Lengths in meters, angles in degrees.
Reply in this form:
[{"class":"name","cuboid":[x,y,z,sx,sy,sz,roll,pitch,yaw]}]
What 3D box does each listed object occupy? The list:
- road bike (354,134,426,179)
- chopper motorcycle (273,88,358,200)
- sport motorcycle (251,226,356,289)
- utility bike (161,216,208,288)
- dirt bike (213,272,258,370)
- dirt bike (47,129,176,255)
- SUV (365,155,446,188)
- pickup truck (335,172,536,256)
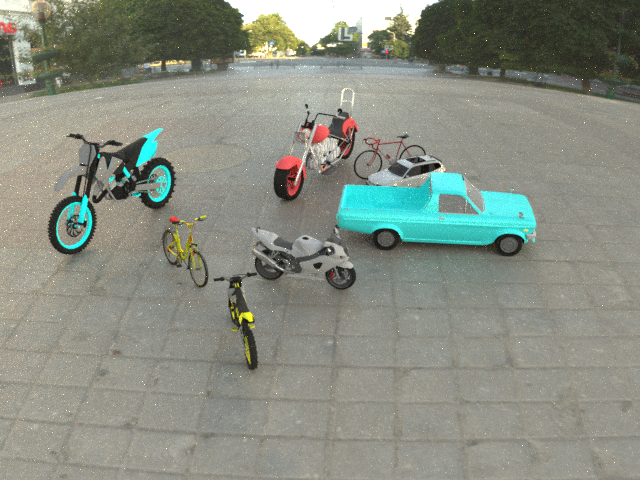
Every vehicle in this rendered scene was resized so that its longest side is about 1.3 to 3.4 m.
[{"class":"road bike","cuboid":[1.376,-1.634,13.598,1.545,0.852,0.358,-9,27,-17]},{"class":"chopper motorcycle","cuboid":[-0.038,-1.884,13.396,0.906,1.480,3.040,13,29,24]},{"class":"sport motorcycle","cuboid":[-0.232,0.248,9.777,1.520,0.821,0.506,7,27,15]},{"class":"utility bike","cuboid":[-1.925,0.049,10.041,0.535,0.946,1.435,-18,31,-33]},{"class":"dirt bike","cuboid":[-0.965,0.877,8.444,0.527,0.857,1.493,-8,27,-15]},{"class":"dirt bike","cuboid":[-3.281,-0.939,11.244,1.024,1.666,2.903,13,29,24]},{"class":"SUV","cuboid":[1.610,-1.198,13.014,1.572,0.580,0.656,-13,29,-25]},{"class":"pickup truck","cuboid":[1.825,-0.497,11.107,3.117,0.993,1.244,3,26,6]}]
